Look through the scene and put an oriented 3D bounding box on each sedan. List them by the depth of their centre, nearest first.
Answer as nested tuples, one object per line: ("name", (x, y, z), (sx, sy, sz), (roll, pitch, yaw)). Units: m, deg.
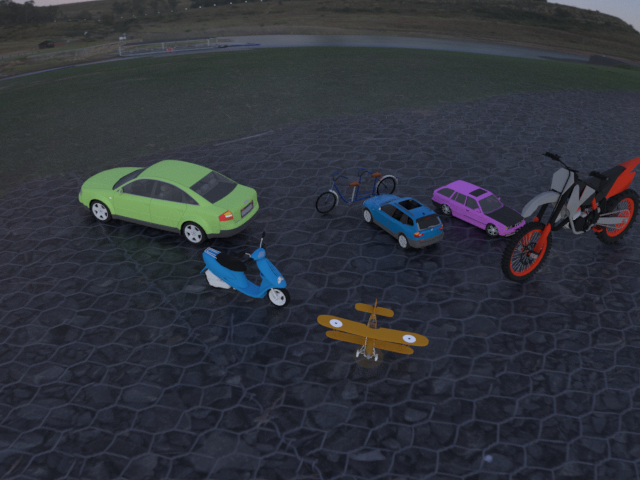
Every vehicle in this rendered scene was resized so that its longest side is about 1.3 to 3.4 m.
("sedan", (-2.520, -0.769, 11.399), (3.137, 0.940, 1.235), (12, 32, 20))

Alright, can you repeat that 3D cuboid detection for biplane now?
("biplane", (0.652, 1.120, 8.562), (1.336, 0.504, 1.090), (4, 30, 7))

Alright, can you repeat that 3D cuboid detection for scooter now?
("scooter", (-1.026, 0.383, 9.424), (1.399, 0.919, 0.662), (14, 33, 22))

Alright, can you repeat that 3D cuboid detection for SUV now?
("SUV", (1.297, -0.393, 11.108), (0.656, 0.580, 1.572), (-17, 34, -26))

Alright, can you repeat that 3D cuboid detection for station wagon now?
("station wagon", (2.603, -0.560, 11.504), (0.682, 0.473, 1.597), (-23, 37, -34))

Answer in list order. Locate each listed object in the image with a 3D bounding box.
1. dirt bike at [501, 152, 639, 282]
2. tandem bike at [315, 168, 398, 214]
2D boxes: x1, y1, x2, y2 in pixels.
("dirt bike", (3.732, -0.413, 10.056), (2.903, 1.666, 1.024), (-18, 35, -28))
("tandem bike", (0.643, -0.894, 11.875), (1.642, 0.682, 0.283), (-16, 33, -25))
